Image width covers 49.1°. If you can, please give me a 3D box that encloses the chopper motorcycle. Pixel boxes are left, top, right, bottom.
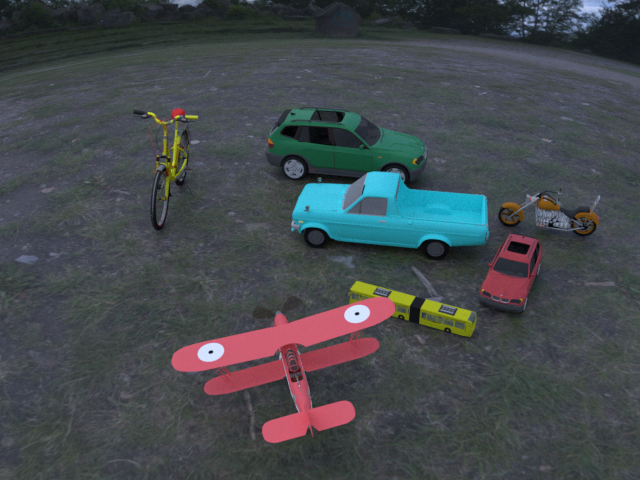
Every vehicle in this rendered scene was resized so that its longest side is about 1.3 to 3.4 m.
[{"bbox_3d":[3.723,-0.482,11.368,1.563,0.761,0.466,10,32,16],"label":"chopper motorcycle"}]

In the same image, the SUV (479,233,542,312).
[{"bbox_3d":[2.761,0.431,10.019,0.656,0.580,1.572,14,34,22],"label":"SUV"}]

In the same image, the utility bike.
[{"bbox_3d":[-2.459,-1.453,11.940,1.039,1.839,2.791,1,31,2],"label":"utility bike"}]

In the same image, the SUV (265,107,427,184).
[{"bbox_3d":[0.502,-1.808,13.225,3.058,1.128,1.276,6,31,10],"label":"SUV"}]

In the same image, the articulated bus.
[{"bbox_3d":[1.227,0.923,9.482,1.749,0.289,0.311,14,34,22],"label":"articulated bus"}]

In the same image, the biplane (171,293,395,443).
[{"bbox_3d":[-0.336,1.464,7.905,2.598,0.981,2.120,-6,32,-11],"label":"biplane"}]

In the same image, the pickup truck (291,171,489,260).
[{"bbox_3d":[1.118,-0.478,11.135,3.117,0.993,1.244,5,31,9],"label":"pickup truck"}]
